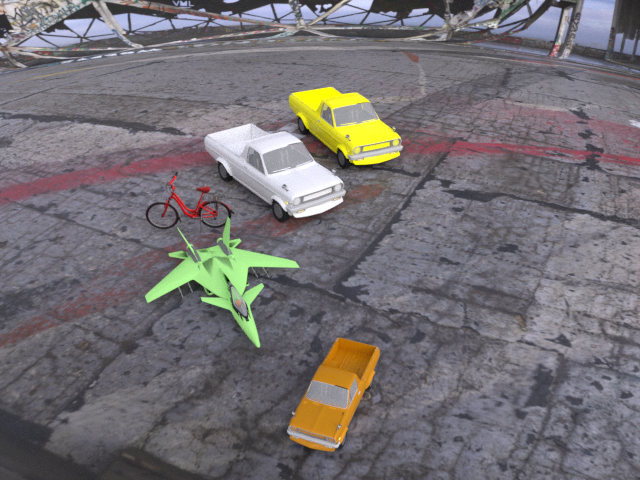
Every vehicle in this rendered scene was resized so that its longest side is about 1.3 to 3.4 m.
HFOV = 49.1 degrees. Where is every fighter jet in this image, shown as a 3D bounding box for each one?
[{"bbox_3d":[-1.280,0.567,9.741,2.229,0.557,2.640,-12,34,-19],"label":"fighter jet"}]

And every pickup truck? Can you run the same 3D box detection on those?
[{"bbox_3d":[-0.884,-1.381,12.510,1.244,0.993,3.117,-21,37,-30],"label":"pickup truck"},{"bbox_3d":[0.447,-2.462,14.279,1.244,0.993,3.117,-14,34,-21],"label":"pickup truck"},{"bbox_3d":[0.189,1.677,7.970,0.640,0.511,1.603,11,33,18],"label":"pickup truck"}]

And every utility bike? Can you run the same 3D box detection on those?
[{"bbox_3d":[-2.099,-0.555,11.204,1.435,0.946,0.535,-2,31,-3],"label":"utility bike"}]
